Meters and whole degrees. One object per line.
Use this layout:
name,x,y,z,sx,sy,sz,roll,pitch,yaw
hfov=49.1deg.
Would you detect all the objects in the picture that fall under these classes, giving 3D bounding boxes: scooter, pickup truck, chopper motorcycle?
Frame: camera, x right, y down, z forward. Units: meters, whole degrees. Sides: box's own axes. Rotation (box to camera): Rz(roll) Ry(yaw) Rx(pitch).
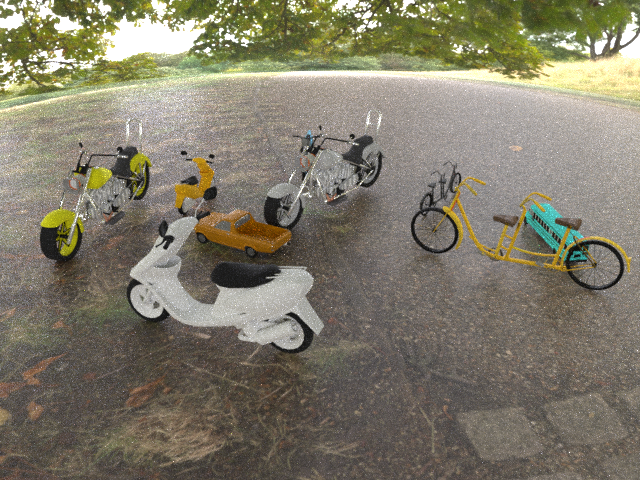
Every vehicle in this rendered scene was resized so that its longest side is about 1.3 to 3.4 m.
scooter,-2.215,-1.066,12.434,0.662,0.919,1.399,8,28,16
pickup truck,-1.256,-0.157,11.084,1.603,0.511,0.640,15,30,26
scooter,-1.251,0.427,8.506,2.721,1.786,1.288,10,28,19
chopper motorcycle,-3.623,-0.884,11.449,0.906,1.480,3.040,7,28,14
chopper motorcycle,0.142,-1.258,12.193,0.906,1.480,3.040,21,33,35

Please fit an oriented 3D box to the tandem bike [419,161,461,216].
tandem bike,2.168,-0.954,12.475,0.283,0.682,1.642,17,31,31

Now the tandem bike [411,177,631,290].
tandem bike,2.823,-0.129,10.121,3.192,1.326,0.550,13,30,25

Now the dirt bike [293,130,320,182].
dirt bike,-0.249,-1.693,13.749,0.527,0.857,1.493,2,27,3

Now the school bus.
school bus,3.726,-0.159,11.173,0.365,0.434,1.708,-3,27,-7
